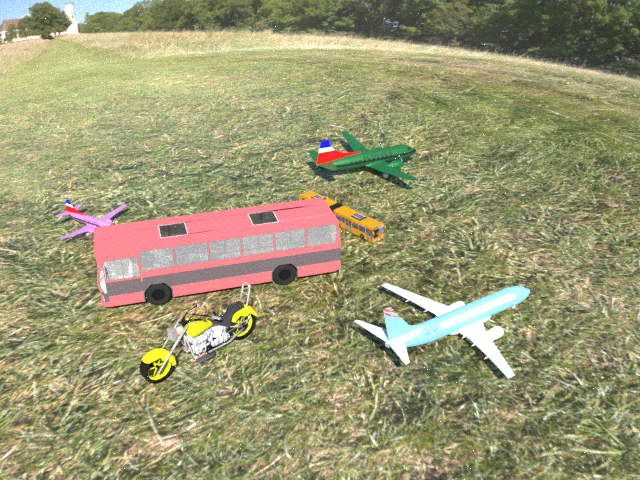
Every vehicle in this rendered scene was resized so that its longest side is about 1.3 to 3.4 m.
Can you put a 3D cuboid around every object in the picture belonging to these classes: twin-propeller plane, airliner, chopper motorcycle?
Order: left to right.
[{"bbox_3d":[-3.636,-0.352,11.077,1.095,0.407,1.370,16,33,26],"label":"twin-propeller plane"},{"bbox_3d":[-1.399,1.069,8.161,1.563,0.761,0.466,-23,37,-35],"label":"chopper motorcycle"},{"bbox_3d":[0.887,-1.612,12.944,2.129,0.792,2.663,-13,32,-23],"label":"twin-propeller plane"},{"bbox_3d":[1.721,0.806,8.556,2.541,0.835,2.257,-18,34,-29],"label":"airliner"}]

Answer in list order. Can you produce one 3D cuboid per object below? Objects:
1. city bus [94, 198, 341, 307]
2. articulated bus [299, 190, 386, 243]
[{"bbox_3d":[-1.378,0.172,9.634,3.255,0.894,0.926,-8,30,-15],"label":"city bus"},{"bbox_3d":[0.322,-0.396,11.276,0.311,0.289,1.749,-25,37,-37],"label":"articulated bus"}]
